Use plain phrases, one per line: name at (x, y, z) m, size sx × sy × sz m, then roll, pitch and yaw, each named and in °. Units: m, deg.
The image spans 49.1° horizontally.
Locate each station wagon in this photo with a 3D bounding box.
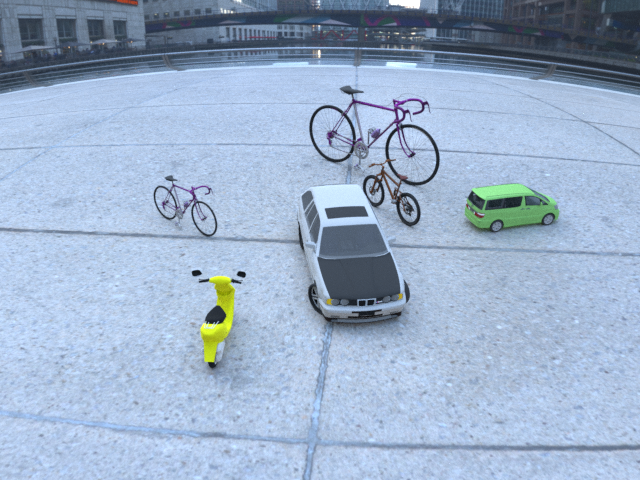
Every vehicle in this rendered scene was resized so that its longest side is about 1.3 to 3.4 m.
station wagon at (0.381, 0.035, 10.045) m, size 1.327 × 0.920 × 3.105 m, roll -4°, pitch 28°, yaw -7°

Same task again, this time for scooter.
scooter at (-1.228, 0.853, 8.499) m, size 0.662 × 0.919 × 1.399 m, roll 1°, pitch 28°, yaw 3°

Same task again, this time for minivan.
minivan at (3.192, -0.578, 11.530) m, size 1.548 × 0.616 × 0.681 m, roll -7°, pitch 29°, yaw -14°

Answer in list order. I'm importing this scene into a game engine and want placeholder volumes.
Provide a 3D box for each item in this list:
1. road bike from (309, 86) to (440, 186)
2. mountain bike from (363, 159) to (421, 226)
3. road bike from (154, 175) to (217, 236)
road bike at (0.957, -2.037, 13.178) m, size 3.004 × 1.656 × 0.696 m, roll 21°, pitch 34°, yaw 34°
mountain bike at (1.188, -0.815, 11.708) m, size 0.573 × 0.868 × 1.469 m, roll -18°, pitch 33°, yaw -30°
road bike at (-2.202, -0.590, 11.301) m, size 1.545 × 0.852 × 0.358 m, roll 21°, pitch 34°, yaw 34°
